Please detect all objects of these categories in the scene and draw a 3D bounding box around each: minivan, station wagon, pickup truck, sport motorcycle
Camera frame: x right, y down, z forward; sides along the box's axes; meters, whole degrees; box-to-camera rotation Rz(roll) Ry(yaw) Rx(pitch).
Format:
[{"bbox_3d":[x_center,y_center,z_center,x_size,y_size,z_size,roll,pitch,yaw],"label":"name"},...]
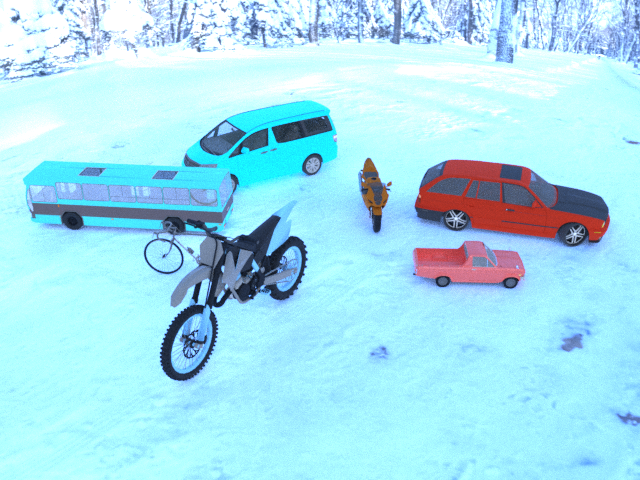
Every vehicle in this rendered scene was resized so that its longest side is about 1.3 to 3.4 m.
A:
[{"bbox_3d":[-1.145,-1.781,13.256,3.011,1.197,1.324,-17,33,-28],"label":"minivan"},{"bbox_3d":[3.175,-0.699,11.568,3.105,0.920,1.327,8,30,15],"label":"station wagon"},{"bbox_3d":[2.147,0.319,10.134,1.603,0.511,0.640,1,29,2],"label":"pickup truck"},{"bbox_3d":[0.892,-0.768,11.797,0.506,0.821,1.520,-2,29,-3],"label":"sport motorcycle"}]

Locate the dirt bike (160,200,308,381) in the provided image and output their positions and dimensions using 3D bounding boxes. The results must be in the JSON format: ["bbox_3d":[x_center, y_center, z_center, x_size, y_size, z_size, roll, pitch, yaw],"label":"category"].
[{"bbox_3d":[-0.972,0.464,8.666,1.024,1.666,2.903,16,33,27],"label":"dirt bike"}]

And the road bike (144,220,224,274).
[{"bbox_3d":[-1.803,0.153,10.082,1.545,0.852,0.358,3,29,6],"label":"road bike"}]

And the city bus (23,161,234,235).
[{"bbox_3d":[-3.121,-0.693,11.583,3.255,0.894,0.926,3,29,5],"label":"city bus"}]
